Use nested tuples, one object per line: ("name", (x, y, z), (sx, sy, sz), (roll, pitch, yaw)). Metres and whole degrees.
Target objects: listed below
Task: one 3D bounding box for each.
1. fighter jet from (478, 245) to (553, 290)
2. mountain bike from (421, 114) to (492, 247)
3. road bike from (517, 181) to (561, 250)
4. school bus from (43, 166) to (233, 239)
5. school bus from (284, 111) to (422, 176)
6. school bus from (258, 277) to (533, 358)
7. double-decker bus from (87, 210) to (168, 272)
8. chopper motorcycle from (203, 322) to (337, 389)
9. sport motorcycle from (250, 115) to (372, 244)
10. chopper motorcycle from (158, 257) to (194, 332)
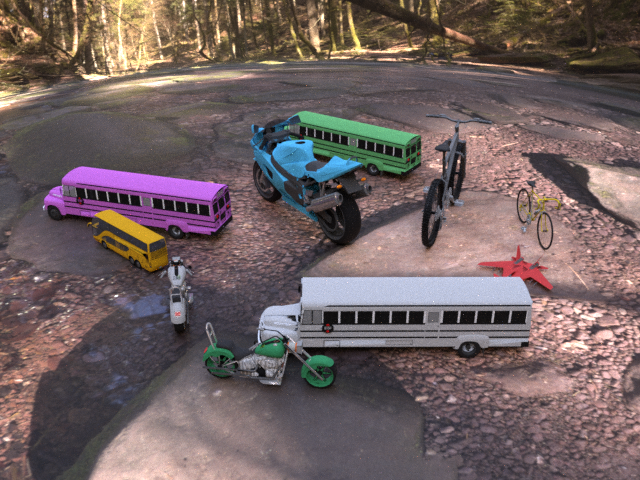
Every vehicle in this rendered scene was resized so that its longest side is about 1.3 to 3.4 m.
("fighter jet", (2.776, 0.497, 10.138), (1.147, 0.286, 1.358), (20, 34, 34))
("mountain bike", (2.123, -1.075, 11.631), (1.114, 1.688, 2.857), (11, 29, 19))
("road bike", (3.496, -0.474, 11.384), (0.358, 0.852, 1.545), (-3, 28, -5))
("school bus", (-3.137, -0.658, 11.745), (3.322, 0.844, 0.709), (8, 29, 15))
("school bus", (0.454, -2.010, 14.328), (3.322, 0.844, 0.709), (18, 32, 30))
("school bus", (0.887, 0.933, 8.703), (3.322, 0.844, 0.709), (0, 28, 0))
("double-decker bus", (-2.984, -0.017, 10.847), (1.672, 0.541, 0.389), (23, 35, 37))
("chopper motorcycle", (-0.586, 1.326, 8.041), (1.563, 0.761, 0.466), (3, 28, 6))
("sport motorcycle", (-0.289, -1.047, 11.676), (0.983, 1.596, 2.955), (-19, 33, -32))
("chopper motorcycle", (-1.916, 0.593, 9.442), (0.466, 0.761, 1.563), (-5, 28, -9))
